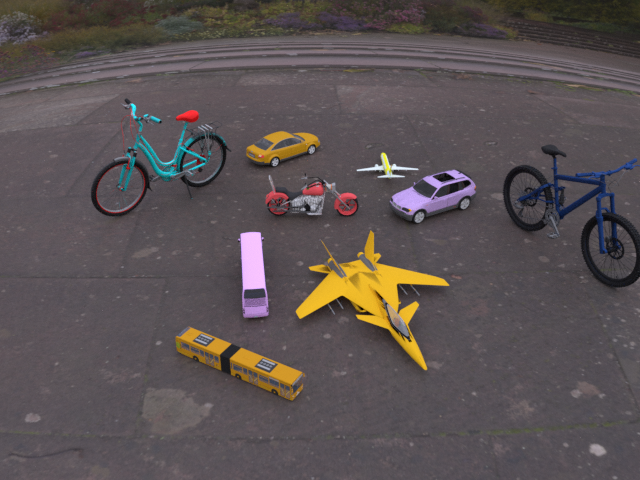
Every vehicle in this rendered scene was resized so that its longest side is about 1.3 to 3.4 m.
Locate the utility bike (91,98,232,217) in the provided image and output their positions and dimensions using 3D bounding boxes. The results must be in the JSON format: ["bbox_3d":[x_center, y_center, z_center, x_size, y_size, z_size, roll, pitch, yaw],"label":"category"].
[{"bbox_3d":[-2.602,-1.465,11.865,2.791,1.839,1.039,-25,39,-36],"label":"utility bike"}]

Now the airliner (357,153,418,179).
[{"bbox_3d":[1.267,-1.478,13.263,1.161,0.429,1.307,-1,31,-2],"label":"airliner"}]

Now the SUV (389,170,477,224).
[{"bbox_3d":[1.938,-0.782,11.948,1.572,0.580,0.656,-16,34,-25],"label":"SUV"}]

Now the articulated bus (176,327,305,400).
[{"bbox_3d":[-0.990,1.475,8.451,1.749,0.289,0.311,17,35,26],"label":"articulated bus"}]

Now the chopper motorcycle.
[{"bbox_3d":[-0.133,-0.742,11.706,1.563,0.761,0.466,-1,31,-2],"label":"chopper motorcycle"}]

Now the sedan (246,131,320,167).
[{"bbox_3d":[-0.711,-1.886,13.893,1.613,0.483,0.635,-23,38,-33],"label":"sedan"}]

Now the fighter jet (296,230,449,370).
[{"bbox_3d":[0.819,0.775,9.362,2.229,0.557,2.640,-11,32,-17],"label":"fighter jet"}]

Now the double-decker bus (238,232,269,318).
[{"bbox_3d":[-0.950,0.443,9.935,0.389,0.541,1.672,-4,31,-6],"label":"double-decker bus"}]

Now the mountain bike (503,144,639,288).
[{"bbox_3d":[3.727,-0.519,10.428,1.114,1.688,2.857,-14,34,-23],"label":"mountain bike"}]
